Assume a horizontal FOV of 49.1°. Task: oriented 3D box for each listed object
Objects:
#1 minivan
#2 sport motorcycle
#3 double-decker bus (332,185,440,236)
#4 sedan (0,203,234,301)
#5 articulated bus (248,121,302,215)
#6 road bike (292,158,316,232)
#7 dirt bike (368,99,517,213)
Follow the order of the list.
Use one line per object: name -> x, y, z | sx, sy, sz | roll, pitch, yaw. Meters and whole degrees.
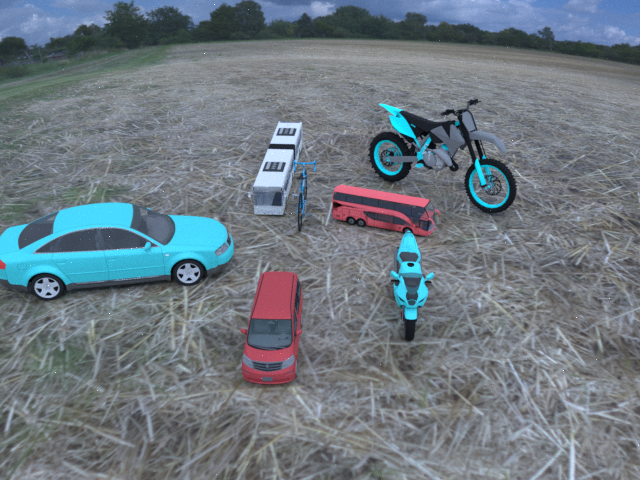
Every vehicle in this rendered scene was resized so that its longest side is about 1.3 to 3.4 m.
minivan -> -0.526, 0.976, 8.036 | 0.681, 0.616, 1.548 | 1, 28, 2
sport motorcycle -> 1.099, 0.551, 8.630 | 0.506, 0.821, 1.520 | 2, 28, 4
double-decker bus -> 1.002, -0.453, 10.856 | 1.672, 0.541, 0.389 | 11, 30, 21
sedan -> -2.753, 0.033, 9.493 | 3.137, 0.940, 1.235 | -5, 28, -10
articulated bus -> -0.714, -1.376, 12.601 | 0.605, 0.561, 3.401 | 2, 28, 4
road bike -> -0.275, -0.757, 11.102 | 0.358, 0.852, 1.545 | 2, 28, 3
dirt bike -> 1.993, -1.502, 11.648 | 2.903, 1.666, 1.024 | 23, 35, 36
